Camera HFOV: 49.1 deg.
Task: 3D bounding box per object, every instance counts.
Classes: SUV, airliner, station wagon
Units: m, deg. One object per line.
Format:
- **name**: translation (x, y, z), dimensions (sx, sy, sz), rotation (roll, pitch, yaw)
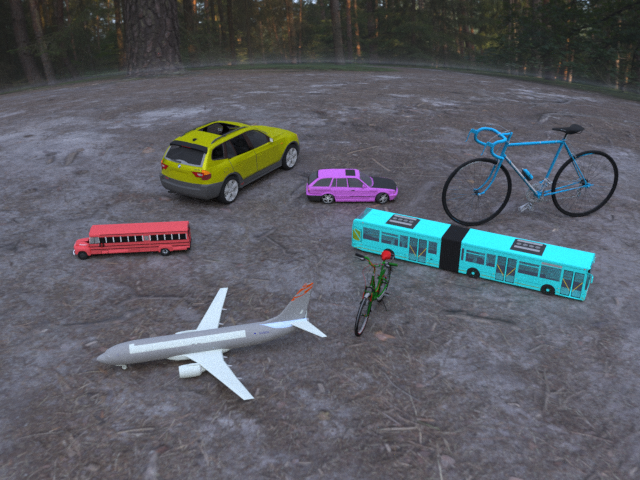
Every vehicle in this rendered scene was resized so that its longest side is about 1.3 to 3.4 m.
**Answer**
- **SUV**: translation (-1.567, -1.617, 12.762), dimensions (1.276, 1.128, 3.058), rotation (15, 31, 27)
- **airliner**: translation (-1.267, 0.993, 7.990), dimensions (2.541, 0.835, 2.257), rotation (-6, 28, -12)
- **station wagon**: translation (0.559, -0.960, 12.197), dimensions (1.597, 0.473, 0.682), rotation (0, 27, 0)

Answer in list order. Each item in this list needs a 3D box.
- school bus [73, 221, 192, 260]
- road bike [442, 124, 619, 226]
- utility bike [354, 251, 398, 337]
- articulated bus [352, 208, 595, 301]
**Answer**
- **school bus**: translation (-2.786, -0.008, 10.383), dimensions (1.708, 0.434, 0.365), rotation (-3, 27, -5)
- **road bike**: translation (3.381, -1.045, 11.068), dimensions (3.004, 1.656, 0.696), rotation (-5, 28, -9)
- **utility bike**: translation (0.741, 0.551, 8.732), dimensions (0.535, 0.946, 1.435), rotation (10, 29, 19)
- **articulated bus**: translation (2.094, 0.162, 9.912), dimensions (3.401, 0.561, 0.605), rotation (13, 30, 23)
